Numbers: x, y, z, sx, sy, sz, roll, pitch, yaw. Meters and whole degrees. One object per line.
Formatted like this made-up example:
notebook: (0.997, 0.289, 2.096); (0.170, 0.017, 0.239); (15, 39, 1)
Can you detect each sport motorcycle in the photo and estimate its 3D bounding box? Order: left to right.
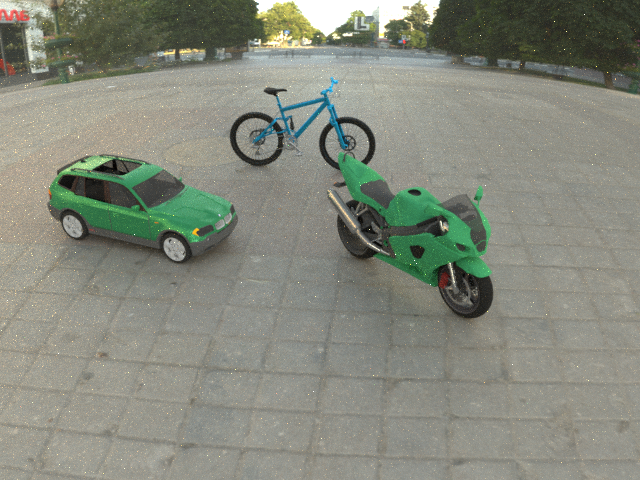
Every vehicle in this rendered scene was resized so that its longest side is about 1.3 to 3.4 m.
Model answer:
sport motorcycle: (1.199, -0.124, 9.487); (0.983, 1.596, 2.955); (-19, 33, -33)

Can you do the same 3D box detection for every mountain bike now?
mountain bike: (-0.355, -2.152, 13.325); (2.857, 1.688, 1.114); (5, 28, 9)

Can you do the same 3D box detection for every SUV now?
SUV: (-2.786, -0.581, 10.887); (3.058, 1.128, 1.276); (11, 29, 21)
